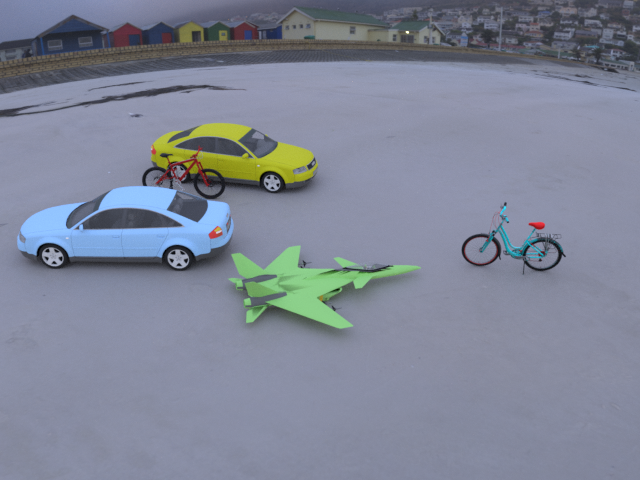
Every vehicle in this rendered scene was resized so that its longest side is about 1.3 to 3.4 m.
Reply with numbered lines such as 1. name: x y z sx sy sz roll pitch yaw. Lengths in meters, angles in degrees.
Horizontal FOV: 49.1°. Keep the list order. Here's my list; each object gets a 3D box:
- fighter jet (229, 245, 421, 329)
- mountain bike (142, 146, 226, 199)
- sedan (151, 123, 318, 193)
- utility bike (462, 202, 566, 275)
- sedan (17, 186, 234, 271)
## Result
1. fighter jet: 0.166 0.422 9.379 2.640 0.557 2.229 -9 28 -16
2. mountain bike: -2.366 -1.127 12.071 1.469 0.868 0.573 2 27 5
3. sedan: -1.581 -1.601 12.920 3.137 0.940 1.235 7 28 14
4. utility bike: 2.718 0.022 9.736 1.435 0.946 0.535 4 27 8
5. sedan: -2.852 -0.245 10.264 3.137 0.940 1.235 1 27 1
